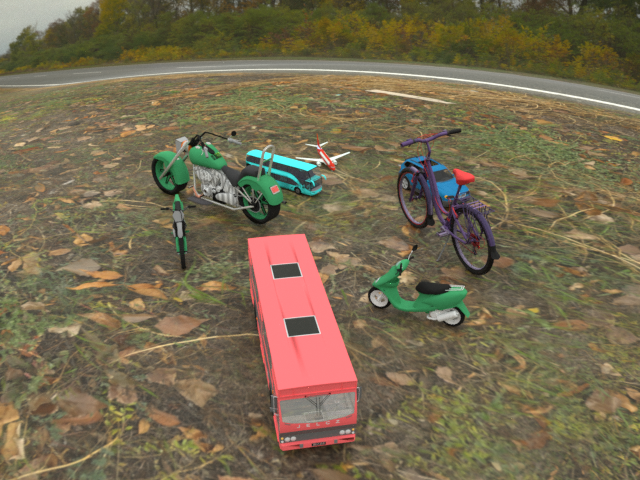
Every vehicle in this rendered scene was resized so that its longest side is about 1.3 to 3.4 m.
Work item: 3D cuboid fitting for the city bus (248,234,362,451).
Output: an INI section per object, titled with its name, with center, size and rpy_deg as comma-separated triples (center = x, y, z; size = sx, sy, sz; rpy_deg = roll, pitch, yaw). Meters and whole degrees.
[city bus]
center = -0.308, 1.062, 8.358
size = 0.926, 0.894, 3.255
rpy_deg = -5, 28, -9

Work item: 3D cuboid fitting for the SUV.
[SUV]
center = 2.078, -1.092, 12.817
size = 0.656, 0.580, 1.572
rpy_deg = -15, 31, -26

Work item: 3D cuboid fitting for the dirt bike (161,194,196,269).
[dirt bike]
center = -2.155, -0.197, 10.806
size = 0.527, 0.857, 1.493
rpy_deg = -6, 28, -11

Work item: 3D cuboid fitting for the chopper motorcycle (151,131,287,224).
[chopper motorcycle]
center = -1.863, -1.225, 12.101
size = 3.040, 1.480, 0.906
rpy_deg = 20, 34, 33

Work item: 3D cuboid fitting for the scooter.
[scooter]
center = 1.291, 0.624, 9.171
size = 1.399, 0.919, 0.662
rpy_deg = 12, 30, 22

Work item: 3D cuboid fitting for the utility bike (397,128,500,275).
[utility bike]
center = 1.804, -0.646, 10.607
size = 1.039, 1.839, 2.791
rpy_deg = -12, 30, -21

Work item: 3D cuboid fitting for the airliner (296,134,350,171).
[airliner]
center = 0.104, -1.774, 14.284
size = 1.161, 0.429, 1.307
rpy_deg = -8, 29, -14

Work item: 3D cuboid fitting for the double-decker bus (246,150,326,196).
[double-decker bus]
center = -0.673, -1.262, 13.185
size = 1.672, 0.541, 0.389
rpy_deg = 18, 33, 31
